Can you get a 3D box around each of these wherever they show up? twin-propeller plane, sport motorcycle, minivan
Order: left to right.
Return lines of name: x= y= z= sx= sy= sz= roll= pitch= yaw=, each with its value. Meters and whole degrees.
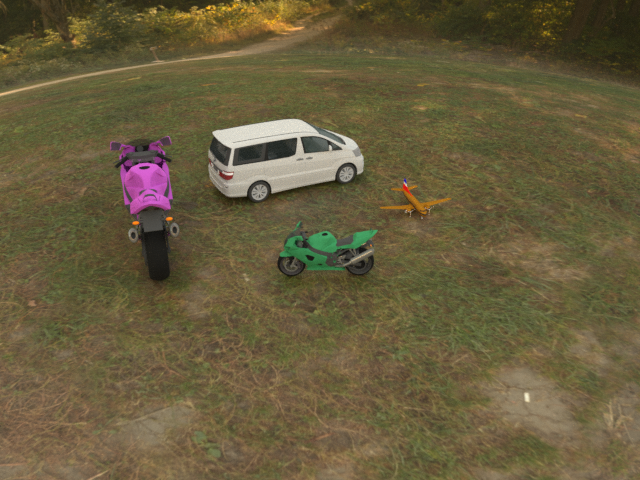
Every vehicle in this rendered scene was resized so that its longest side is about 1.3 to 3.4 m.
sport motorcycle: x=-2.735 y=-0.594 z=11.211 sx=0.983 sy=1.596 sz=2.955 roll=-8 pitch=31 yaw=-14
minivan: x=-0.605 y=-1.647 z=13.462 sx=3.011 sy=1.197 sz=1.324 roll=-14 pitch=32 yaw=-23
sport motorcycle: x=0.105 y=0.179 z=10.638 sx=1.520 sy=0.821 sz=0.506 roll=-1 pitch=30 yaw=-2
twin-propeller plane: x=1.701 y=-0.737 z=12.663 sx=1.370 sy=0.407 sz=1.095 roll=-8 pitch=31 yaw=-14
